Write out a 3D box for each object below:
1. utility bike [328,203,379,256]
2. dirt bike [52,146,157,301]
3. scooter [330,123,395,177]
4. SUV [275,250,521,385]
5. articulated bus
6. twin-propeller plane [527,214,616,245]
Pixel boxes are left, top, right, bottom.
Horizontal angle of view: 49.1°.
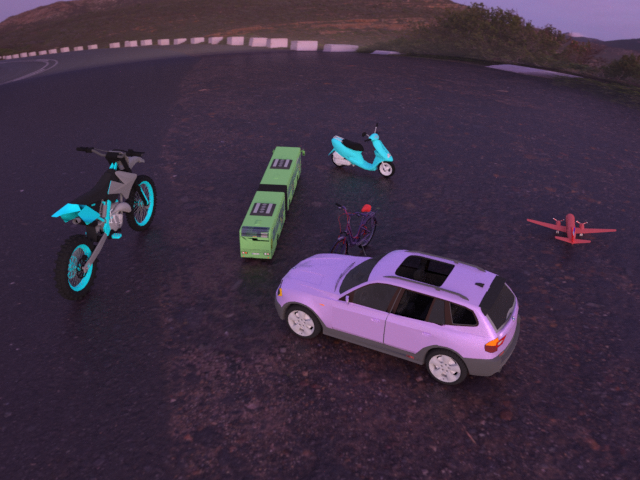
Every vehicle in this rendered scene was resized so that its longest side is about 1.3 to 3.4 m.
[{"bbox_3d":[0.547,-0.125,10.393,0.535,0.946,1.435,18,34,29],"label":"utility bike"},{"bbox_3d":[-3.102,-0.436,10.210,1.024,1.666,2.903,6,30,11],"label":"dirt bike"},{"bbox_3d":[0.794,-1.722,13.274,1.399,0.919,0.662,15,33,25],"label":"scooter"},{"bbox_3d":[0.919,0.733,8.672,3.058,1.128,1.276,14,32,24],"label":"SUV"},{"bbox_3d":[-0.772,-0.732,11.871,0.605,0.561,3.401,3,29,5],"label":"articulated bus"},{"bbox_3d":[3.993,-0.222,11.118,1.370,0.407,1.095,8,30,13],"label":"twin-propeller plane"}]
